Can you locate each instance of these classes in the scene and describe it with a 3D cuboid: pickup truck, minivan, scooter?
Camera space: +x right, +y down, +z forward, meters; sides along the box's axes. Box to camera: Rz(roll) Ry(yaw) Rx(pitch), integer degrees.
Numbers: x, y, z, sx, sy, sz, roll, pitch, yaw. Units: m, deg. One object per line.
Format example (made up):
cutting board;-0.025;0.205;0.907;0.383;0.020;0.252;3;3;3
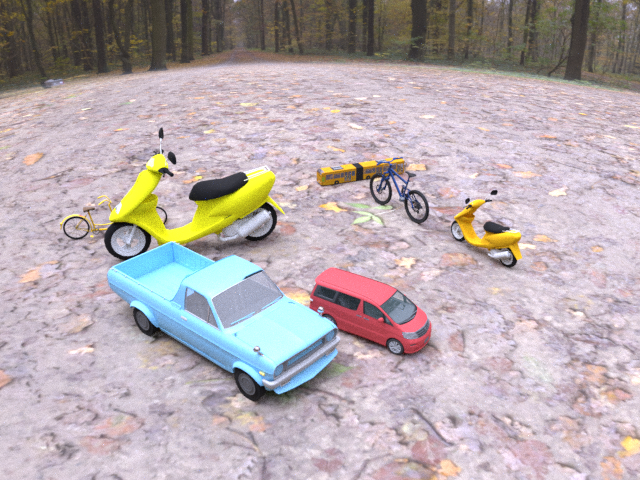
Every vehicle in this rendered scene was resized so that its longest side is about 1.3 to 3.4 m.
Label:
pickup truck;-1.246;0.760;8.449;3.117;0.993;1.244;22;34;36
minivan;0.628;0.858;8.673;1.548;0.616;0.681;17;32;29
scooter;-1.863;-0.662;10.355;2.721;1.786;1.288;-9;28;-17
scooter;2.472;-0.206;10.415;0.662;0.919;1.399;-17;32;-30

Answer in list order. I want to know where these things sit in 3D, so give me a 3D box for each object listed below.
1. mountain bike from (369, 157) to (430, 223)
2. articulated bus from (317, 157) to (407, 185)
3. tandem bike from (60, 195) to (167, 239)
mountain bike;1.319;-0.854;11.735;0.573;0.868;1.469;-18;32;-31
articulated bus;0.791;-1.305;13.249;1.749;0.289;0.311;-10;29;-19
tandem bike;-3.254;-0.398;11.049;1.642;0.682;0.283;-8;28;-16
